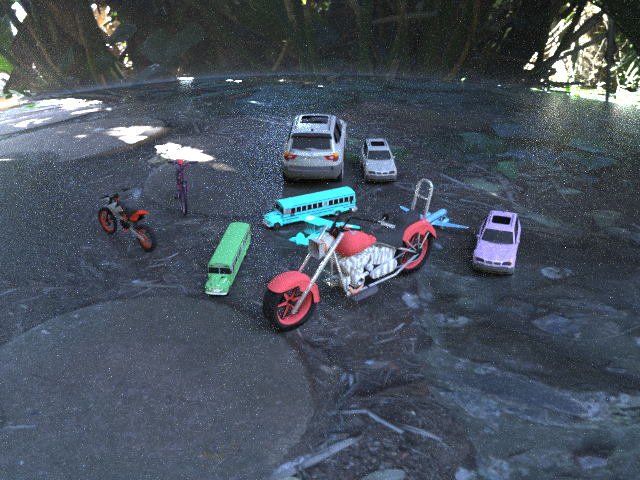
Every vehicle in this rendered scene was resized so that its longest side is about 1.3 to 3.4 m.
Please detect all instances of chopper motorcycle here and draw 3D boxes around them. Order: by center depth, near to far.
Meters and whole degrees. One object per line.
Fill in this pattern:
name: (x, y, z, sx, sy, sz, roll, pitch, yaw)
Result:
chopper motorcycle: (0.494, 0.160, 9.717, 3.040, 1.480, 0.906, -20, 33, -35)

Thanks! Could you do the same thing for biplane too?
biplane: (0.013, -0.110, 11.362, 1.090, 0.504, 1.336, -23, 34, -38)

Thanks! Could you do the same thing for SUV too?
SUV: (2.810, 0.006, 11.041, 0.656, 0.580, 1.572, 8, 28, 17)
SUV: (1.193, -1.660, 14.409, 0.656, 0.580, 1.572, -1, 26, -1)
SUV: (-0.085, -2.120, 14.720, 1.276, 1.128, 3.058, 2, 26, 3)

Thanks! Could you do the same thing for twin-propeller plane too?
twin-propeller plane: (1.902, -0.394, 12.046, 1.370, 0.407, 1.095, 20, 33, 35)

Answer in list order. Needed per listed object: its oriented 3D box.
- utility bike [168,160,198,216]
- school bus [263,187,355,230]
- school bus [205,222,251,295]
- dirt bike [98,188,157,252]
utility bike: (-2.491, -1.076, 12.817, 0.535, 0.946, 1.435, -7, 27, -14)
school bus: (-0.189, -0.571, 12.372, 1.708, 0.434, 0.365, -13, 29, -24)
school bus: (-1.391, 0.277, 10.659, 0.365, 0.434, 1.708, 3, 26, 6)
dirt bike: (-3.193, -0.350, 11.448, 1.493, 0.857, 0.527, 20, 33, 34)
